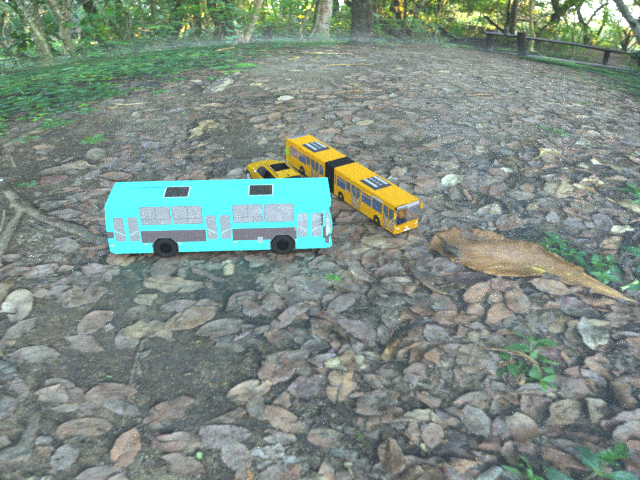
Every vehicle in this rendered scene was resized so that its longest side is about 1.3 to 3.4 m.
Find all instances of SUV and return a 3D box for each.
[{"bbox_3d":[-0.759,-1.079,12.077,0.656,0.580,1.572,-14,33,-23],"label":"SUV"}]

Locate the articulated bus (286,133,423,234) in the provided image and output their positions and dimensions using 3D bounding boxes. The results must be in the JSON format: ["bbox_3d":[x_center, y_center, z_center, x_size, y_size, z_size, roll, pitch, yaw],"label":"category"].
[{"bbox_3d":[0.461,-1.042,12.032,0.605,0.561,3.401,-18,34,-28],"label":"articulated bus"}]

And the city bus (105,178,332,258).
[{"bbox_3d":[-1.463,-0.334,10.476,3.255,0.894,0.926,-2,30,-3],"label":"city bus"}]
